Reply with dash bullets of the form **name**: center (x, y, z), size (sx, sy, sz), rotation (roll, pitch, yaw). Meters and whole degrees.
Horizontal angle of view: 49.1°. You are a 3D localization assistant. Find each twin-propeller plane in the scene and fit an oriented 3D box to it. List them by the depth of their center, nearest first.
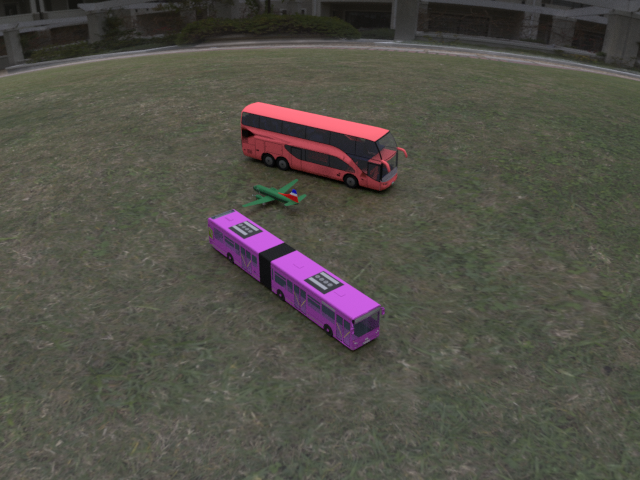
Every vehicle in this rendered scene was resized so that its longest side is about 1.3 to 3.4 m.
- **twin-propeller plane**: center (-0.777, -0.823, 12.127), size (1.095, 0.407, 1.370), rotation (24, 38, 34)

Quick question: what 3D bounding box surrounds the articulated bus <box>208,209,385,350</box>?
- **articulated bus**: center (-0.469, 0.456, 9.825), size (0.605, 0.561, 3.401), rotation (-23, 38, -33)

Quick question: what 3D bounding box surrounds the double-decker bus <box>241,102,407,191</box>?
- **double-decker bus**: center (-0.009, -1.752, 13.057), size (3.251, 1.052, 0.756), rotation (17, 35, 26)
